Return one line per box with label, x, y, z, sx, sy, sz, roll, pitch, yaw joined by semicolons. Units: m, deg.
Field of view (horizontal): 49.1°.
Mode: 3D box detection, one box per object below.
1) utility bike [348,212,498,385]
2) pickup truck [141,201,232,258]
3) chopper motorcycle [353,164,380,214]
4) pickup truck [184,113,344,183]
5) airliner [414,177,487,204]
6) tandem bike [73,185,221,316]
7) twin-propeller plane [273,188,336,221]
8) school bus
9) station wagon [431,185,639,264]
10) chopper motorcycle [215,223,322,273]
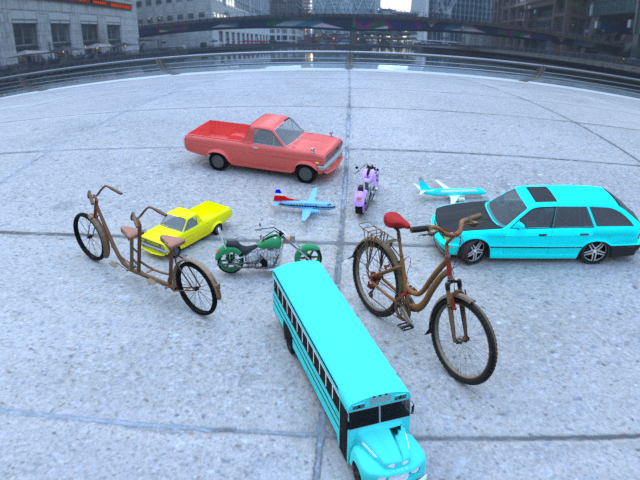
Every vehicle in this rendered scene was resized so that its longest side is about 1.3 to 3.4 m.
utility bike;1.245;0.423;8.488;1.039;1.839;2.791;-16;32;-28
pickup truck;-2.126;-0.246;11.200;0.640;0.511;1.603;18;32;30
chopper motorcycle;0.848;-1.020;12.410;0.466;0.761;1.563;7;28;13
pickup truck;-1.115;-1.942;13.924;3.117;0.993;1.244;10;29;18
airliner;2.385;-0.950;12.634;1.307;0.429;1.161;-2;28;-5
tandem bike;-2.519;0.068;9.720;3.192;1.326;0.550;20;34;34
twin-propeller plane;-0.270;-0.663;12.110;1.095;0.407;1.370;4;28;7
school bus;0.221;1.358;7.773;0.709;0.844;3.322;-9;29;-16
station wagon;3.300;-0.305;10.871;3.105;0.920;1.327;0;28;0
chopper motorcycle;-0.750;0.126;10.219;1.563;0.761;0.466;-3;28;-7
